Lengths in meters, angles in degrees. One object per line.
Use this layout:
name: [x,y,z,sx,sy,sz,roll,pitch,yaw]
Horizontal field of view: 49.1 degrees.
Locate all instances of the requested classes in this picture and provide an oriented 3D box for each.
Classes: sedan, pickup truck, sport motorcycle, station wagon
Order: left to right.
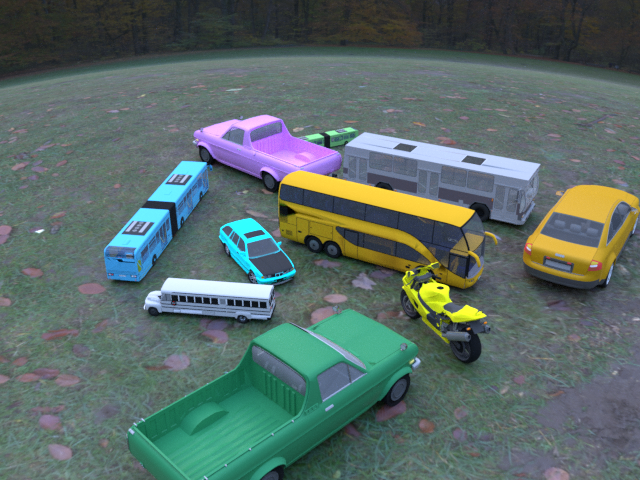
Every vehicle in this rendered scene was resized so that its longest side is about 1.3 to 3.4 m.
station wagon: [-0.934,0.132,10.242,0.682,0.473,1.597,-15,31,-25]
pickup truck: [-1.060,-1.755,13.223,3.117,0.993,1.244,24,36,38]
pickup truck: [-0.343,1.527,7.079,3.117,0.993,1.244,-25,37,-38]
sport motorcycle: [1.458,0.855,8.519,0.506,0.821,1.520,-15,32,-26]
sedan: [3.999,-0.261,10.482,1.235,0.940,3.137,17,32,28]

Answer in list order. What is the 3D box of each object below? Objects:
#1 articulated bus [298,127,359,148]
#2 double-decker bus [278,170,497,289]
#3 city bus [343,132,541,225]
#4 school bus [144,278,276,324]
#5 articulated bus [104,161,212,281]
articulated bus: [0.002,-2.048,14.519,1.749,0.289,0.311,-15,32,-26]
double-decker bus: [0.885,-0.175,10.202,3.251,1.052,0.756,15,32,26]
city bus: [2.018,-1.059,12.024,3.255,0.894,0.926,15,31,25]
school bus: [-1.446,0.772,9.085,1.708,0.434,0.365,4,28,7]
articulated bus: [-2.487,-0.408,11.160,0.605,0.561,3.401,4,28,8]
